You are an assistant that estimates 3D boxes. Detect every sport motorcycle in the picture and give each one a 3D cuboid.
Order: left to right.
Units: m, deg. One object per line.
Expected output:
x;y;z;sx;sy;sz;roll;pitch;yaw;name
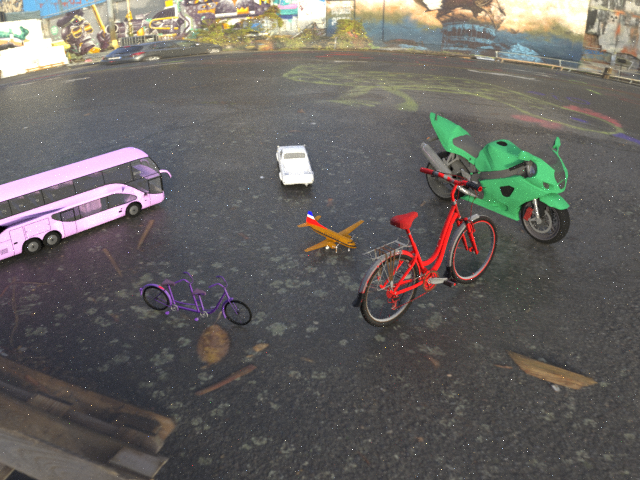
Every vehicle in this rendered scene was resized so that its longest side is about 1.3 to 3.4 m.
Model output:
2.897;-1.071;11.644;0.983;1.596;2.955;-22;37;-34;sport motorcycle

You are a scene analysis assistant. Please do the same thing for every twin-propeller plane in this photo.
0.171;-0.134;11.199;1.095;0.407;1.370;25;38;37;twin-propeller plane

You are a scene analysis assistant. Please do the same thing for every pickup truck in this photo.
-0.493;-1.484;13.469;0.640;0.511;1.603;-4;30;-6;pickup truck

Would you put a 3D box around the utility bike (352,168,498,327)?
1.449;0.031;9.460;2.791;1.839;1.039;-21;36;-33;utility bike

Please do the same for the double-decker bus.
-4.018;-0.671;11.493;3.251;1.052;0.756;-26;38;-37;double-decker bus

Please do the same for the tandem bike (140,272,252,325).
-1.681;0.756;9.357;1.642;0.682;0.283;8;31;14;tandem bike
